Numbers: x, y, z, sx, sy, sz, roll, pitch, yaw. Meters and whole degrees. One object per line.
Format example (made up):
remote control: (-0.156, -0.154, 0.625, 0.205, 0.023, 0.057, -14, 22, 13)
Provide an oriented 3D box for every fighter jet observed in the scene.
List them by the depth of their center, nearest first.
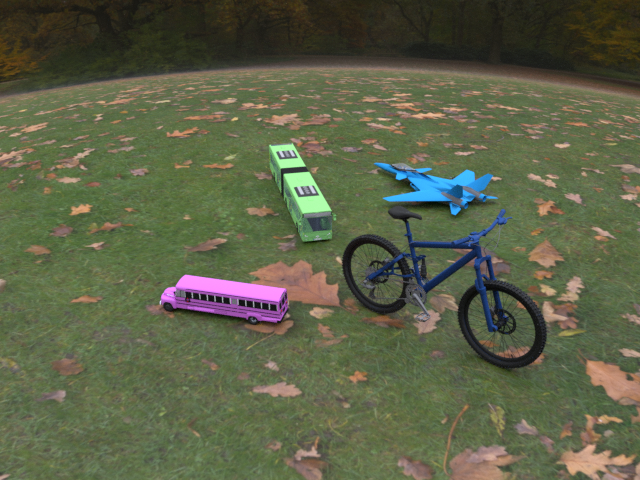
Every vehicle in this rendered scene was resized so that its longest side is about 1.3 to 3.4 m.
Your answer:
fighter jet: (1.895, -1.207, 12.907, 2.229, 0.557, 2.640, -20, 33, -34)

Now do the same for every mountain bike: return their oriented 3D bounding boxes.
mountain bike: (1.392, 0.439, 8.385, 2.857, 1.688, 1.114, 21, 34, 36)

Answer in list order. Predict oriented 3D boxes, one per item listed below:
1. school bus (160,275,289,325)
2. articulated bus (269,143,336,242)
school bus: (-1.275, 0.766, 9.128, 1.708, 0.434, 0.365, 7, 28, 13)
articulated bus: (-0.405, -0.928, 12.348, 0.605, 0.561, 3.401, -6, 27, -11)
